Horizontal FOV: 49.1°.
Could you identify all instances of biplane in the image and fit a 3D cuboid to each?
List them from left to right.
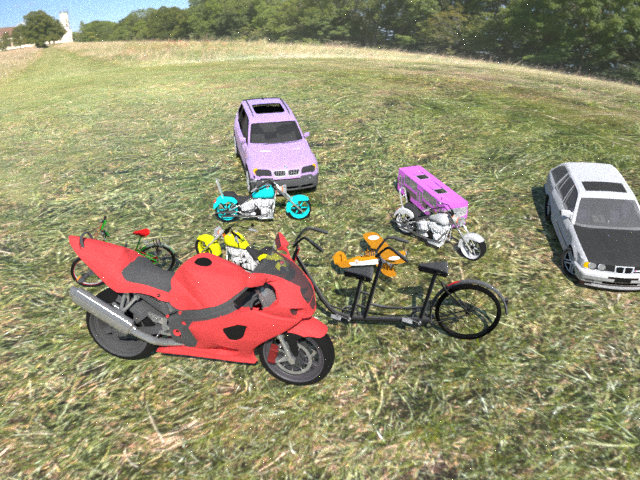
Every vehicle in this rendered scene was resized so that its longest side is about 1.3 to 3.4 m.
[{"bbox_3d":[0.714,0.244,9.706,1.090,0.504,1.336,-6,28,-12],"label":"biplane"}]

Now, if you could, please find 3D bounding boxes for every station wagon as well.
[{"bbox_3d":[4.147,-0.351,10.395,1.327,0.920,3.105,3,28,6],"label":"station wagon"}]

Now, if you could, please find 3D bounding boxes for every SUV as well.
[{"bbox_3d":[-0.890,-1.820,12.982,1.276,1.128,3.058,-6,28,-11],"label":"SUV"}]

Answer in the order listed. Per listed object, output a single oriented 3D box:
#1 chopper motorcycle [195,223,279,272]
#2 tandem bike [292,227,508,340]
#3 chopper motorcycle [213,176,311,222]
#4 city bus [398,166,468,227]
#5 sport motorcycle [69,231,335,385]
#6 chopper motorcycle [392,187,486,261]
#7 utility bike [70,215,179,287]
[{"bbox_3d":[-1.122,0.109,9.688,1.563,0.761,0.466,17,32,30],"label":"chopper motorcycle"},{"bbox_3d":[0.617,0.534,8.265,3.192,1.326,0.550,4,28,7],"label":"tandem bike"},{"bbox_3d":[-0.921,-0.656,11.151,1.563,0.761,0.466,-3,28,-7],"label":"chopper motorcycle"},{"bbox_3d":[1.831,-0.713,11.585,0.476,0.460,1.674,-9,29,-17],"label":"city bus"},{"bbox_3d":[-1.278,0.744,7.571,2.955,1.596,0.983,7,28,13],"label":"sport motorcycle"},{"bbox_3d":[1.761,-0.246,10.366,1.563,0.761,0.466,22,35,36],"label":"chopper motorcycle"},{"bbox_3d":[-2.609,0.183,9.346,1.435,0.946,0.535,-9,29,-16],"label":"utility bike"}]
